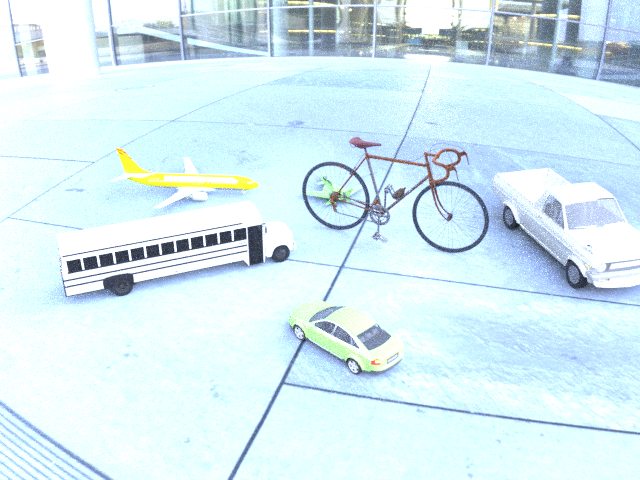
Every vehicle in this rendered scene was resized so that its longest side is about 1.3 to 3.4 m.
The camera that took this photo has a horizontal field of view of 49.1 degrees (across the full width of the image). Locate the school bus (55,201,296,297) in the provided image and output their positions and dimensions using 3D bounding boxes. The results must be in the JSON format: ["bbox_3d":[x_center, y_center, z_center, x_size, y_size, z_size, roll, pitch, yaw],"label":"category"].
[{"bbox_3d":[-1.960,0.080,9.955,3.322,0.844,0.709,-11,30,-20],"label":"school bus"}]

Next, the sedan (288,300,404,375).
[{"bbox_3d":[0.278,1.087,8.454,0.635,0.483,1.613,-25,37,-38],"label":"sedan"}]

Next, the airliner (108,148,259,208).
[{"bbox_3d":[-2.345,-1.211,12.380,2.541,0.835,2.257,1,28,2],"label":"airliner"}]

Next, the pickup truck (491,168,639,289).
[{"bbox_3d":[3.785,-0.360,10.621,1.244,0.993,3.117,-7,29,-13],"label":"pickup truck"}]

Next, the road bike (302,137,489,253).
[{"bbox_3d":[1.084,-0.729,10.609,3.004,1.656,0.696,12,30,21],"label":"road bike"}]

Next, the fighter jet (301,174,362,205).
[{"bbox_3d":[0.196,-1.018,12.601,1.147,0.286,1.358,-8,29,-14],"label":"fighter jet"}]
